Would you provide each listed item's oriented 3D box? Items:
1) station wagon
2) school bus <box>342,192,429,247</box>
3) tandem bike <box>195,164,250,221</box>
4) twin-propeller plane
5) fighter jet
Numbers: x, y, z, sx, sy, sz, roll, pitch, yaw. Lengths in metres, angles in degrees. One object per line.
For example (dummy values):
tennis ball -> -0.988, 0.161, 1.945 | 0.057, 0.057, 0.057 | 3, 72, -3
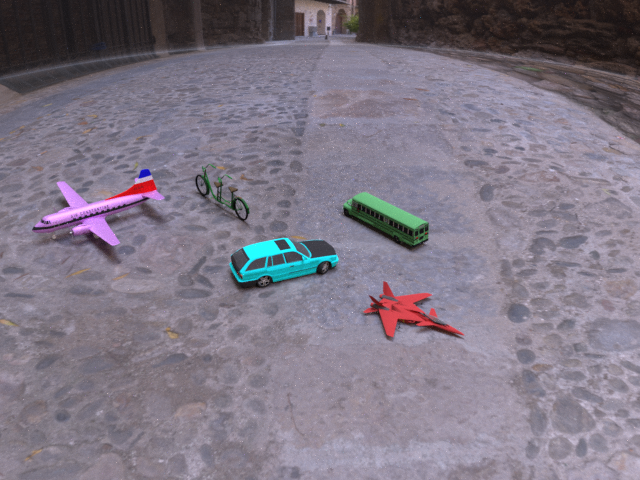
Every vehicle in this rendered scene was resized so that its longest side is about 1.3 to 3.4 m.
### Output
station wagon -> -0.517, 0.259, 10.358 | 1.597, 0.473, 0.682 | -12, 32, -19
school bus -> 1.032, -0.376, 11.479 | 0.365, 0.434, 1.708 | -24, 38, -34
tandem bike -> -1.713, -0.860, 12.060 | 0.283, 0.682, 1.642 | -24, 38, -34
twin-propeller plane -> -3.666, -0.583, 11.478 | 2.129, 0.792, 2.663 | -20, 36, -30
fighter jet -> 1.309, 0.965, 9.339 | 1.358, 0.286, 1.147 | 19, 35, 29
